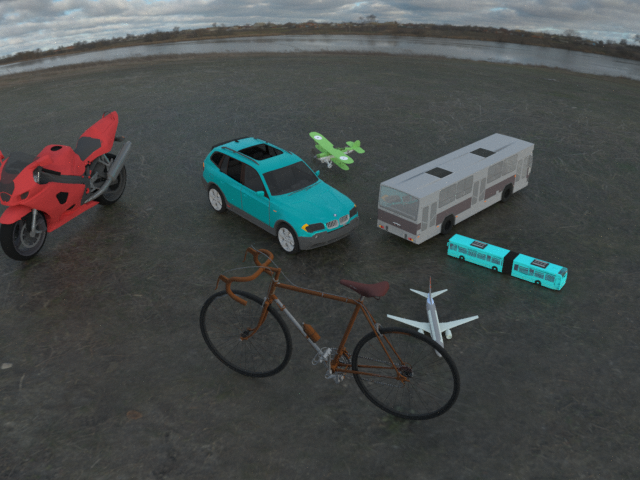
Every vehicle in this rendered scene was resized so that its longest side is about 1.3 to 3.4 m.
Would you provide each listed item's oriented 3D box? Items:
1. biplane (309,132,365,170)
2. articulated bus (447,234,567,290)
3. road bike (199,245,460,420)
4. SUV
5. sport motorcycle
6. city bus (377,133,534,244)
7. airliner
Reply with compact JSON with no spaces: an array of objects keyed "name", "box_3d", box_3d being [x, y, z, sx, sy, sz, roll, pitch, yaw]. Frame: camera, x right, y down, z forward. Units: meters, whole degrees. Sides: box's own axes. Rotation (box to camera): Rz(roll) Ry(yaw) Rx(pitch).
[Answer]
[{"name":"biplane","box_3d":[0.347,-1.696,13.594,1.090,0.504,1.336,-18,33,-29]},{"name":"articulated bus","box_3d":[2.672,0.305,10.139,1.749,0.289,0.311,19,34,32]},{"name":"road bike","box_3d":[0.016,1.008,7.413,3.004,1.656,0.696,11,30,19]},{"name":"SUV","box_3d":[-0.718,-0.830,11.348,1.276,1.128,3.058,-23,36,-36]},{"name":"sport motorcycle","box_3d":[-3.996,-0.911,11.006,0.983,1.596,2.955,10,30,18]},{"name":"city bus","box_3d":[2.335,-0.887,11.697,3.255,0.894,0.926,-25,37,-38]},{"name":"airliner","box_3d":[1.438,0.961,8.784,1.161,0.429,1.307,1,29,1]}]
